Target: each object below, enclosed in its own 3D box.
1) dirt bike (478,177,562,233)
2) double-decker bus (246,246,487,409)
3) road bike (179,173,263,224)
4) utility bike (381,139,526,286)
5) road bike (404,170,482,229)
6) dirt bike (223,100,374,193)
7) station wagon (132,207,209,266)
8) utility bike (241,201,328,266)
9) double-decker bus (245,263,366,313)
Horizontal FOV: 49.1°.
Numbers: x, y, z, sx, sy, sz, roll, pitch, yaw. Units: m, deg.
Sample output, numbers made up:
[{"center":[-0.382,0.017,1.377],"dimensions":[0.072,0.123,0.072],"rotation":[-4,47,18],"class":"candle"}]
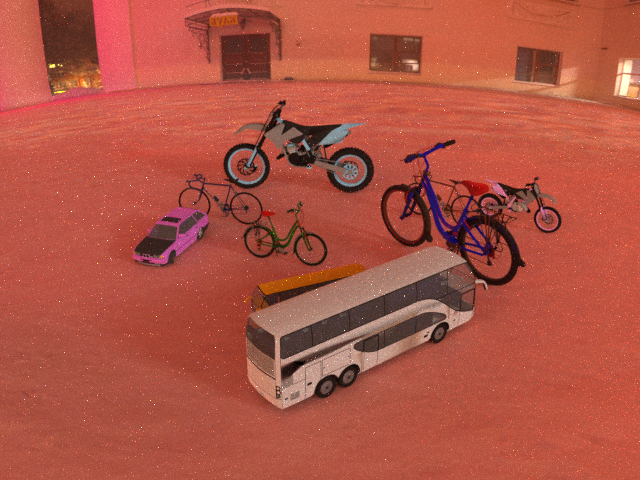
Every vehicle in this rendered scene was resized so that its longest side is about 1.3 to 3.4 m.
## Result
[{"center":[3.399,-0.643,11.908],"dimensions":[1.493,0.857,0.527],"rotation":[18,31,33],"class":"dirt bike"},{"center":[0.630,0.930,8.348],"dimensions":[3.251,1.052,0.756],"rotation":[-18,31,-33],"class":"double-decker bus"},{"center":[-1.726,-0.704,12.044],"dimensions":[1.545,0.852,0.358],"rotation":[6,26,12],"class":"road bike"},{"center":[1.816,-0.416,10.278],"dimensions":[1.039,1.839,2.791],"rotation":[-19,31,-35],"class":"utility bike"},{"center":[2.109,-0.715,12.068],"dimensions":[1.545,0.852,0.358],"rotation":[20,32,35],"class":"road bike"},{"center":[-0.419,-1.708,13.217],"dimensions":[2.903,1.666,1.024],"rotation":[2,25,5],"class":"dirt bike"},{"center":[-2.380,-0.101,11.209],"dimensions":[0.682,0.473,1.597],"rotation":[8,26,16],"class":"station wagon"},{"center":[-0.545,-0.128,10.712],"dimensions":[1.435,0.946,0.535],"rotation":[9,27,18],"class":"utility bike"},{"center":[-0.150,0.742,9.344],"dimensions":[1.672,0.541,0.389],"rotation":[-11,28,-22],"class":"double-decker bus"}]
